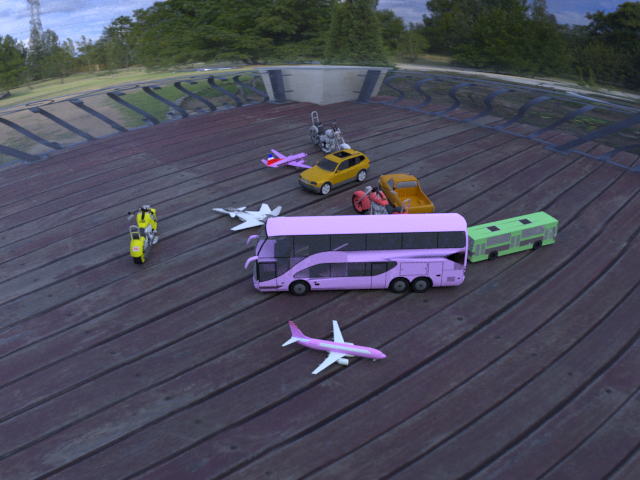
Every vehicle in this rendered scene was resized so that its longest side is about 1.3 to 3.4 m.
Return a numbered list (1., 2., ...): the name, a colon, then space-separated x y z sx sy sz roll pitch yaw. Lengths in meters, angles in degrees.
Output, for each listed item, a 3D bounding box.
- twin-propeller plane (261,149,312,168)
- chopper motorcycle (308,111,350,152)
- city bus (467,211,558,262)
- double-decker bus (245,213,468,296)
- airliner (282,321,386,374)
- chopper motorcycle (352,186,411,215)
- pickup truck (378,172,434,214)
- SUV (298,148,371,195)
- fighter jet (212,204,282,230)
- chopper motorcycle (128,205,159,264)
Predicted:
1. twin-propeller plane: -0.668 -1.703 14.598 1.095 0.407 1.370 -22 35 -35
2. chopper motorcycle: 0.223 -2.241 15.225 0.466 0.761 1.563 -16 32 -27
3. city bus: 3.074 -0.041 11.445 1.674 0.460 0.476 -12 30 -21
4. double-decker bus: 0.531 0.197 10.377 3.251 1.052 0.756 -1 28 -3
5. airliner: 0.205 1.301 8.978 1.307 0.429 1.161 7 29 12
6. chopper motorcycle: 1.061 -0.612 12.190 0.466 0.761 1.563 -17 33 -29
7. pickup truck: 1.579 -0.886 12.966 0.640 0.511 1.603 -6 29 -11
8. SUV: 0.295 -1.387 13.825 1.572 0.580 0.656 -23 36 -36
9. fighter jet: -1.353 -0.503 12.490 1.358 0.286 1.147 12 31 22
10. chopper motorcycle: -2.873 -0.213 11.447 0.466 0.761 1.563 -1 28 -2
